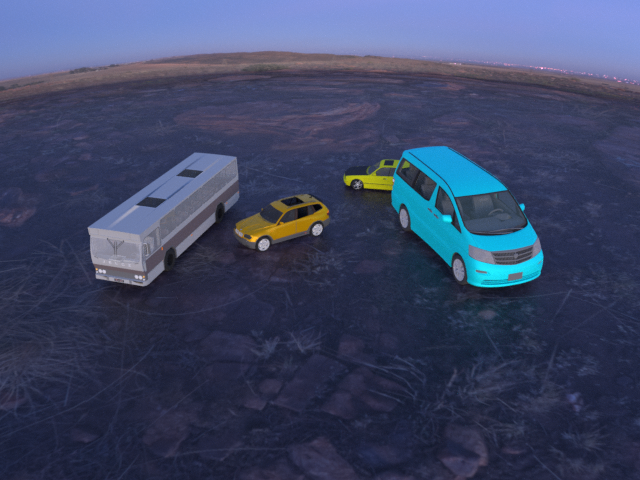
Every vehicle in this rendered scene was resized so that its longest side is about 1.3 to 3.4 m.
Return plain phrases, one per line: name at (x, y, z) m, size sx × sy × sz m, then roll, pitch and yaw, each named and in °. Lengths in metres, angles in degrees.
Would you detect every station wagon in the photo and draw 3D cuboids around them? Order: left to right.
station wagon at (1.233, -1.215, 12.959) m, size 1.597 × 0.473 × 0.682 m, roll 5°, pitch 27°, yaw 9°

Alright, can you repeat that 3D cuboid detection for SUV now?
SUV at (-0.591, -0.312, 11.000) m, size 1.572 × 0.580 × 0.656 m, roll -16°, pitch 30°, yaw -30°

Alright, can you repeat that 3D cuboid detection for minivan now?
minivan at (2.143, -0.419, 10.520) m, size 1.324 × 1.197 × 3.011 m, roll -8°, pitch 27°, yaw -16°

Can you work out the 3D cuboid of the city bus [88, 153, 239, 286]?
city bus at (-2.262, -0.396, 10.816) m, size 0.926 × 0.894 × 3.255 m, roll 8°, pitch 27°, yaw 15°
